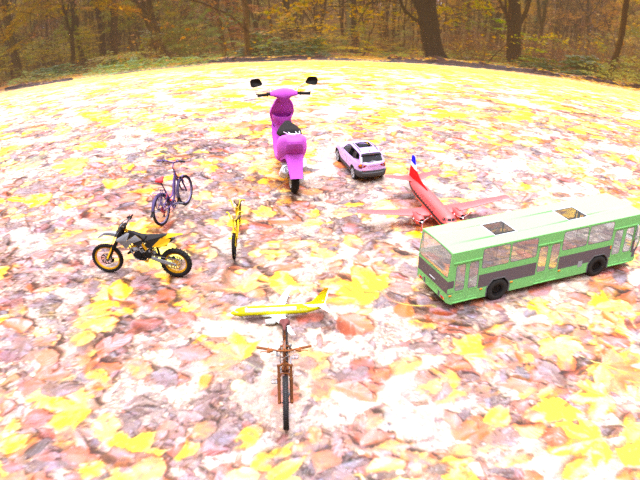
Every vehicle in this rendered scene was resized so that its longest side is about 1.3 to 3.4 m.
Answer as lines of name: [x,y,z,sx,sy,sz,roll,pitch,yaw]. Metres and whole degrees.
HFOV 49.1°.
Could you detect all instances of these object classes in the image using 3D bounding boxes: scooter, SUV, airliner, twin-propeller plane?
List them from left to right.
airliner: [-0.520,0.832,9.163,1.307,0.429,1.161,-2,28,-4]
scooter: [-0.628,-2.118,13.304,1.288,1.786,2.721,-4,28,-8]
SUV: [0.790,-1.676,13.759,0.656,0.580,1.572,-8,29,-14]
twin-propeller plane: [1.859,-0.739,11.755,2.663,0.792,2.129,-6,28,-12]

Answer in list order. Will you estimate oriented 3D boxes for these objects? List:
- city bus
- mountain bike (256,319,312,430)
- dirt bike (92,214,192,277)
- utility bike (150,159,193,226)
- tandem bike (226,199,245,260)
city bus: [3.030,0.119,10.016,3.255,0.894,0.926,-11,30,-19]
mountain bike: [-0.384,1.362,7.686,0.573,0.868,1.469,-1,28,-2]
dirt bike: [-2.581,0.126,10.043,1.493,0.857,0.527,3,28,6]
utility bike: [-2.561,-0.865,11.829,0.535,0.946,1.435,8,29,15]
tandem bike: [-1.321,-0.310,11.059,0.283,0.682,1.642,-1,28,-2]
